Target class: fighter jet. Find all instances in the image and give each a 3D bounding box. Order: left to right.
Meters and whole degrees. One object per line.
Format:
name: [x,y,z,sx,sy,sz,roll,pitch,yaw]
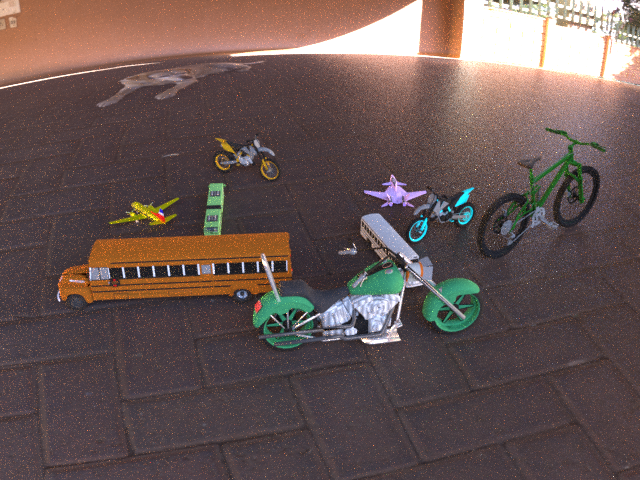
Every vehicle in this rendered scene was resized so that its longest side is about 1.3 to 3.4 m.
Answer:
fighter jet: [1.393,-1.008,13.010,1.147,0.286,1.358,0,30,0]

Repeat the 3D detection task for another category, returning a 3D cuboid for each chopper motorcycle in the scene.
chopper motorcycle: [0.654,0.688,8.895,3.040,1.480,0.906,-6,31,-10]

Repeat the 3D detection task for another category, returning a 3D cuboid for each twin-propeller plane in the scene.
twin-propeller plane: [-2.956,-0.504,12.021,1.370,0.407,1.095,-25,39,-37]

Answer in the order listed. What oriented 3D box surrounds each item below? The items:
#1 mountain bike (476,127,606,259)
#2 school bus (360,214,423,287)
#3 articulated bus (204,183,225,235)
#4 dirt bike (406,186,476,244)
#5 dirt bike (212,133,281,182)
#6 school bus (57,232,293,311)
mountain bike: [3.577,-0.727,11.129,2.857,1.688,1.114,-19,35,-30]
school bus: [1.114,0.155,10.857,0.365,0.434,1.708,-10,32,-17]
articulated bus: [-1.825,-0.500,12.131,0.311,0.289,1.749,-2,30,-4]
dirt bike: [2.017,-0.452,11.482,1.493,0.857,0.527,-18,35,-28]
dirt bike: [-1.423,-1.606,13.473,1.493,0.857,0.527,12,32,20]
school bus: [-2.056,0.420,9.991,3.322,0.844,0.709,-2,30,-4]
